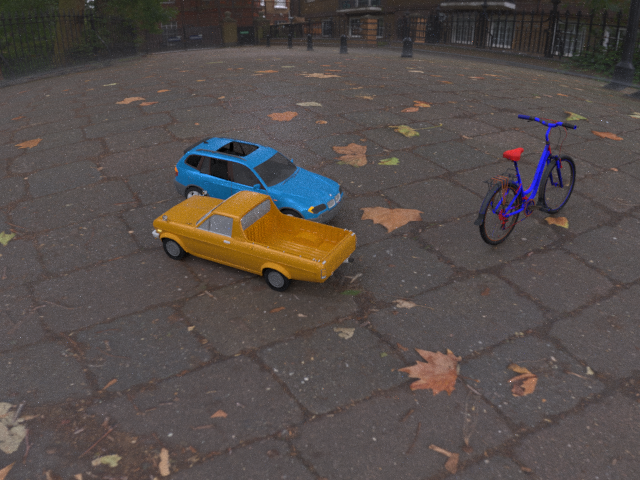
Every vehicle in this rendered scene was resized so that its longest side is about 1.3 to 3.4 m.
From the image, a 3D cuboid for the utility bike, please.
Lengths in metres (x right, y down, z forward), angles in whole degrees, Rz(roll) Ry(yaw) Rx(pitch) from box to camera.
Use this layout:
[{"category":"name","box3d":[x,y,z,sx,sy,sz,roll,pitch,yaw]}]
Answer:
[{"category":"utility bike","box3d":[3.372,-1.052,11.434,2.791,1.839,1.039,-23,37,-35]}]

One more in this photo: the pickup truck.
[{"category":"pickup truck","box3d":[-1.035,-0.118,10.631,3.117,0.993,1.244,15,32,24]}]

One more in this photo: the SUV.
[{"category":"SUV","box3d":[-1.084,-1.012,12.091,3.058,1.128,1.276,14,32,24]}]
